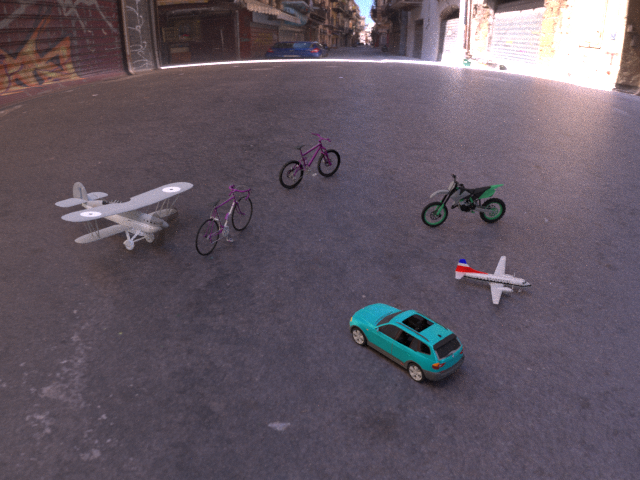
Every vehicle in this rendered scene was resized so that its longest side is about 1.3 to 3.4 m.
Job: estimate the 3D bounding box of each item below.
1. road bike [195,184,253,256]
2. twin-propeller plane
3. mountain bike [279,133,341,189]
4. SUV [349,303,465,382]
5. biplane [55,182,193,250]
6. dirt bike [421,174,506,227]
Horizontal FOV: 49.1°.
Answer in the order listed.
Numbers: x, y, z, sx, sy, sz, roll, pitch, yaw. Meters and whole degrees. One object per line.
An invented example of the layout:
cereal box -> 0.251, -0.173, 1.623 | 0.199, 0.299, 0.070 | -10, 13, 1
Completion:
road bike -> -1.527, -0.353, 11.254 | 0.358, 0.852, 1.545 | 15, 32, 25
twin-propeller plane -> 2.505, 0.519, 10.114 | 1.095, 0.407, 1.370 | 9, 30, 15
mountain bike -> -0.179, -1.502, 13.353 | 1.469, 0.868, 0.573 | -21, 35, -33
SUV -> 1.058, 1.177, 8.721 | 0.656, 0.580, 1.572 | -23, 36, -36
biplane -> -3.219, -0.461, 11.317 | 2.120, 0.981, 2.598 | 16, 32, 27
dirt bike -> 2.437, -0.632, 11.762 | 1.493, 0.857, 0.527 | -5, 29, -9
